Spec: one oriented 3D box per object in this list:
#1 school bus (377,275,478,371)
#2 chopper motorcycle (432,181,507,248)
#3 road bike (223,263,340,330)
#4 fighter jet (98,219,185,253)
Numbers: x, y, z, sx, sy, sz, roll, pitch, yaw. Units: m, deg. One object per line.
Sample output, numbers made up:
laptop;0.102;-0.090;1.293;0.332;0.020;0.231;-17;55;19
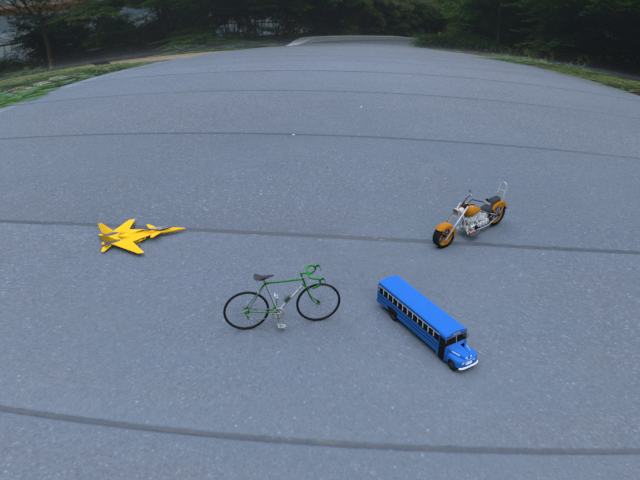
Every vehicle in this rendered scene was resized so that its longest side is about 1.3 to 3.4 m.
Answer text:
school bus;1.363;1.045;8.989;0.365;0.434;1.708;-17;34;-27
chopper motorcycle;2.415;-0.407;11.160;1.563;0.761;0.466;-20;36;-30
road bike;-0.487;0.757;9.067;1.545;0.852;0.358;-6;31;-10
fighter jet;-2.837;-0.151;11.192;1.358;0.286;1.147;-10;32;-17
